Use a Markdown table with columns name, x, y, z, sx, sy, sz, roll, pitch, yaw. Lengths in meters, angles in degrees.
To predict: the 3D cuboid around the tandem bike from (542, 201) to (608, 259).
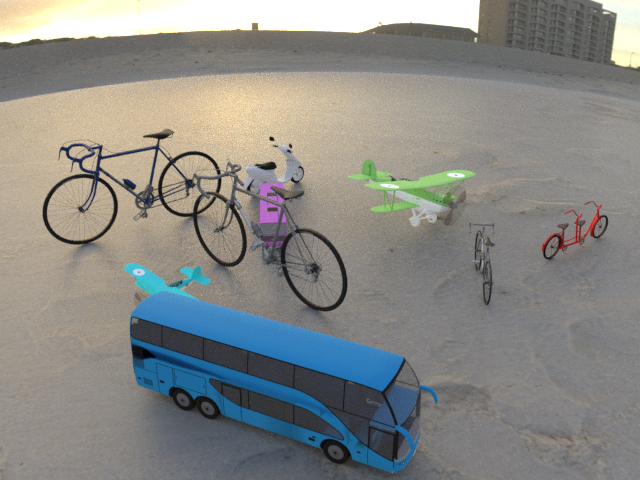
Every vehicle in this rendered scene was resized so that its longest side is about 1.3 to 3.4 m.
| name | x | y | z | sx | sy | sz | roll | pitch | yaw |
| --- | --- | --- | --- | --- | --- | --- | --- | --- | --- |
| tandem bike | 3.964 | -0.173 | 10.781 | 1.642 | 0.682 | 0.283 | -18 | 31 | -32 |

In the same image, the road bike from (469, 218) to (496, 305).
| name | x | y | z | sx | sy | sz | roll | pitch | yaw |
| --- | --- | --- | --- | --- | --- | --- | --- | --- | --- |
| road bike | 2.275 | 0.250 | 9.730 | 0.358 | 0.852 | 1.545 | 2 | 26 | 4 |

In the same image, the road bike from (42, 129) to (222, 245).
| name | x | y | z | sx | sy | sz | roll | pitch | yaw |
| --- | --- | --- | --- | --- | --- | --- | --- | --- | --- |
| road bike | -2.936 | -0.923 | 11.199 | 3.004 | 1.656 | 0.696 | -17 | 31 | -31 |

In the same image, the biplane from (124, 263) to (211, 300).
| name | x | y | z | sx | sy | sz | roll | pitch | yaw |
| --- | --- | --- | --- | --- | --- | --- | --- | --- | --- |
| biplane | -1.947 | 0.666 | 9.278 | 1.336 | 0.504 | 1.090 | 18 | 31 | 32 |

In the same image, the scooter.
| name | x | y | z | sx | sy | sz | roll | pitch | yaw |
| --- | --- | --- | --- | --- | --- | --- | --- | --- | --- |
| scooter | -0.839 | -1.366 | 12.931 | 1.399 | 0.919 | 0.662 | -21 | 33 | -36 |

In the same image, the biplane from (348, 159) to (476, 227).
| name | x | y | z | sx | sy | sz | roll | pitch | yaw |
| --- | --- | --- | --- | --- | --- | --- | --- | --- | --- |
| biplane | 1.488 | -0.845 | 11.804 | 2.598 | 0.981 | 2.120 | -22 | 34 | -37 |

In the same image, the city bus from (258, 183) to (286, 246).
| name | x | y | z | sx | sy | sz | roll | pitch | yaw |
| --- | --- | --- | --- | --- | --- | --- | --- | --- | --- |
| city bus | -0.776 | -0.422 | 11.536 | 0.476 | 0.460 | 1.674 | -2 | 26 | -4 |

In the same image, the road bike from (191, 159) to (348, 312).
| name | x | y | z | sx | sy | sz | roll | pitch | yaw |
| --- | --- | --- | --- | --- | --- | --- | --- | --- | --- |
| road bike | -0.781 | -0.102 | 9.535 | 3.004 | 1.656 | 0.696 | 22 | 33 | 37 |

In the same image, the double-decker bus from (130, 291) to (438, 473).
| name | x | y | z | sx | sy | sz | roll | pitch | yaw |
| --- | --- | --- | --- | --- | --- | --- | --- | --- | --- |
| double-decker bus | -0.471 | 1.407 | 7.157 | 3.251 | 1.052 | 0.756 | 12 | 29 | 23 |
